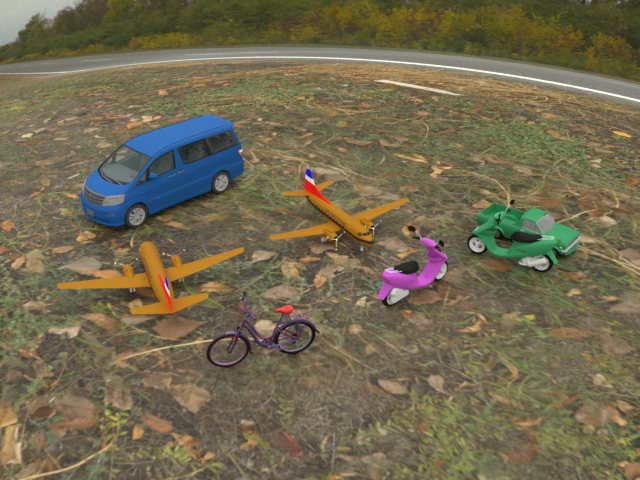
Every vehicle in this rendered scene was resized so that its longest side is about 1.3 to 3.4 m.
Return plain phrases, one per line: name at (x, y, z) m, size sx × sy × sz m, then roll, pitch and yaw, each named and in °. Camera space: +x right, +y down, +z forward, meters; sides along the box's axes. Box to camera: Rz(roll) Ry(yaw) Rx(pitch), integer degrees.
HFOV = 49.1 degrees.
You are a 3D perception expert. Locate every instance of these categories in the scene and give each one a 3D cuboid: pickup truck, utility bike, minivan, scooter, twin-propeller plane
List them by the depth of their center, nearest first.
utility bike at (-0.668, 1.120, 8.469) m, size 1.435 × 0.946 × 0.535 m, roll -9°, pitch 31°, yaw -16°
scooter at (1.352, 0.362, 9.834) m, size 1.399 × 0.919 × 0.662 m, roll -23°, pitch 37°, yaw -35°
twin-propeller plane at (-2.299, 0.422, 9.856) m, size 2.663 × 0.792 × 2.129 m, roll -11°, pitch 31°, yaw -19°
scooter at (2.915, -0.052, 10.564) m, size 1.399 × 0.919 × 0.662 m, roll 17°, pitch 34°, yaw 27°
pickup truck at (3.351, -0.230, 11.292) m, size 1.603 × 0.511 × 0.640 m, roll 23°, pitch 37°, yaw 34°
twin-propeller plane at (0.267, -0.490, 11.465) m, size 2.663 × 0.792 × 2.129 m, roll -17°, pitch 33°, yaw -27°
minivan at (-2.786, -1.269, 12.430) m, size 1.324 × 1.197 × 3.011 m, roll 25°, pitch 38°, yaw 37°
